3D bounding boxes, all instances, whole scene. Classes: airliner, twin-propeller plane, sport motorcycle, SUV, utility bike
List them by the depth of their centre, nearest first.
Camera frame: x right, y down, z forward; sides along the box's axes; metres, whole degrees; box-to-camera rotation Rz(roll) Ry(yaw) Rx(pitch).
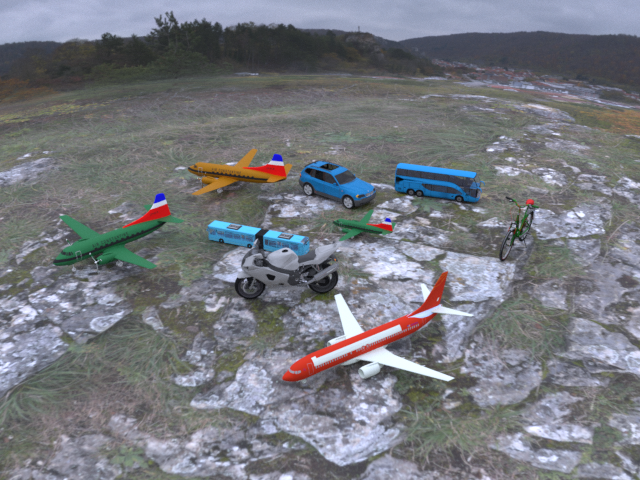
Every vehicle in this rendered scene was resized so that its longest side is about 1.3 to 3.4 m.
[{"bbox_3d":[0.627,1.073,8.557,2.541,0.835,2.257,-16,31,-30],"label":"airliner"},{"bbox_3d":[-0.454,0.424,9.886,1.520,0.821,0.506,-4,27,-9],"label":"sport motorcycle"},{"bbox_3d":[-3.228,-0.117,11.013,2.663,0.792,2.129,23,34,38],"label":"twin-propeller plane"},{"bbox_3d":[3.214,-0.253,11.115,0.535,0.946,1.435,17,31,30],"label":"utility bike"},{"bbox_3d":[0.709,-0.266,11.749,1.095,0.407,1.370,12,29,23],"label":"twin-propeller plane"},{"bbox_3d":[0.317,-1.077,13.194,1.572,0.580,0.656,20,33,35],"label":"SUV"},{"bbox_3d":[-1.636,-1.388,13.584,2.129,0.792,2.663,9,28,17],"label":"twin-propeller plane"}]

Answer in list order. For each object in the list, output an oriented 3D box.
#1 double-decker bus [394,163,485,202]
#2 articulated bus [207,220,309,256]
[{"bbox_3d":[2.247,-1.077,13.237,1.672,0.541,0.389,10,28,19],"label":"double-decker bus"},{"bbox_3d":[-1.020,-0.026,11.396,1.749,0.289,0.311,10,28,20],"label":"articulated bus"}]
